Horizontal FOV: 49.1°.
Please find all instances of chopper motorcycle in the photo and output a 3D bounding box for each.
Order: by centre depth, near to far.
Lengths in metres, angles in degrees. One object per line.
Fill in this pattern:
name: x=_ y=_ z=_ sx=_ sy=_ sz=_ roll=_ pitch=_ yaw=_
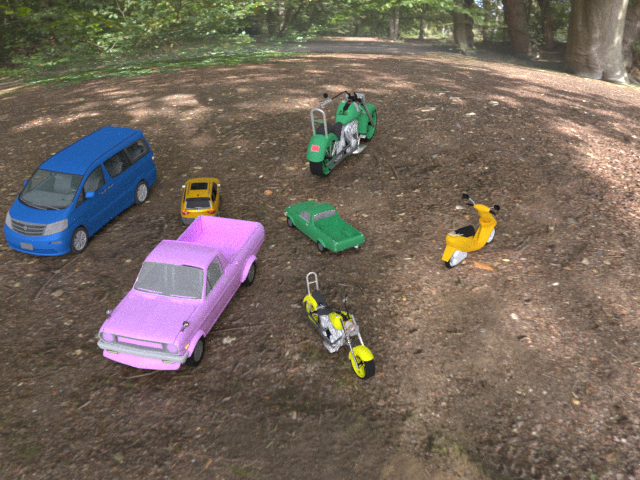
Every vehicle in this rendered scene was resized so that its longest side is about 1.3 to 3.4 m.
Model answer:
chopper motorcycle: x=0.219 y=1.049 z=8.711 sx=0.466 sy=0.761 sz=1.563 roll=-15 pitch=33 yaw=-25
chopper motorcycle: x=0.518 y=-2.317 z=13.971 sx=0.906 sy=1.480 sz=3.040 roll=13 pitch=32 yaw=21

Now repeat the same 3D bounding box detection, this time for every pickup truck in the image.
pickup truck: x=-1.746 y=0.503 z=9.446 sx=1.244 sy=0.993 sz=3.117 roll=7 pitch=30 yaw=13
pickup truck: x=0.047 y=-0.272 z=11.318 sx=0.640 sy=0.511 sz=1.603 roll=-17 pitch=34 yaw=-28

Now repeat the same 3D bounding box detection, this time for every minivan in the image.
minivan: x=-3.952 y=-0.872 z=11.687 sx=1.324 sy=1.197 sz=3.011 roll=9 pitch=31 yaw=16

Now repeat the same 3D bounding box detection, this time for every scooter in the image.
scooter: x=2.324 y=-0.154 z=10.691 sx=0.662 sy=0.919 sz=1.399 roll=25 pitch=38 yaw=37

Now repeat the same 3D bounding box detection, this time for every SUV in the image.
SUV: x=-2.056 y=-0.761 z=12.118 sx=0.656 sy=0.580 sz=1.572 roll=-3 pitch=29 yaw=-5
